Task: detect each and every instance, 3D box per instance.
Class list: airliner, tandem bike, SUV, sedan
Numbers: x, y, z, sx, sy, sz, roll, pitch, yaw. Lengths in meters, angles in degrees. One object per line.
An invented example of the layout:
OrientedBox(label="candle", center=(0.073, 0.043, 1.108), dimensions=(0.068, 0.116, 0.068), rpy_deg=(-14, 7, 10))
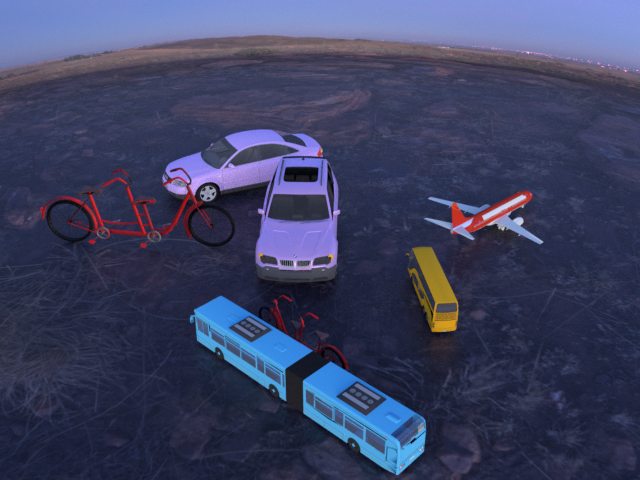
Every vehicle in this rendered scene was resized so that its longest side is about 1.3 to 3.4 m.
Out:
OrientedBox(label="airliner", center=(2.947, -0.613, 11.905), dimensions=(2.541, 0.835, 2.257), rpy_deg=(-25, 38, -37))
OrientedBox(label="tandem bike", center=(-2.950, -0.508, 11.219), dimensions=(3.192, 1.326, 0.550), rpy_deg=(2, 30, 4))
OrientedBox(label="SUV", center=(-0.317, -0.422, 11.268), dimensions=(1.276, 1.128, 3.058), rpy_deg=(1, 29, 1))
OrientedBox(label="sedan", center=(-1.457, -1.524, 13.412), dimensions=(3.137, 0.940, 1.235), rpy_deg=(-13, 32, -22))
OrientedBox(label="tandem bike", center=(-0.250, 1.170, 8.901), dimensions=(0.283, 0.682, 1.642), rpy_deg=(-26, 38, -38))

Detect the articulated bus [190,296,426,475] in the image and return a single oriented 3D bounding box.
OrientedBox(label="articulated bus", center=(-0.270, 1.590, 8.279), dimensions=(3.401, 0.561, 0.605), rpy_deg=(25, 38, 37))

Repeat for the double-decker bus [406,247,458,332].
OrientedBox(label="double-decker bus", center=(1.580, 0.649, 9.967), dimensions=(0.389, 0.541, 1.672), rpy_deg=(-3, 30, -5))
